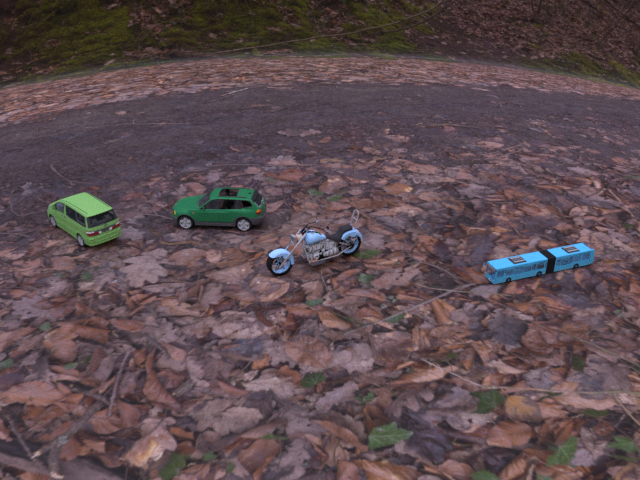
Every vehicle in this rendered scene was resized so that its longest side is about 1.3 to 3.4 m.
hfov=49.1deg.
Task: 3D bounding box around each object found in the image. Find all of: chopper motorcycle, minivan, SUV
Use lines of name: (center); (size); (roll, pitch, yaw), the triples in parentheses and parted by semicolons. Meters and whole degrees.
chopper motorcycle: (-0.067, 0.036, 10.397); (1.563, 0.761, 0.466); (-14, 32, -24)
minivan: (-3.870, -0.412, 11.364); (0.681, 0.616, 1.548); (-25, 38, -38)
SUV: (-1.678, -0.551, 11.655); (1.572, 0.580, 0.656); (2, 29, 4)

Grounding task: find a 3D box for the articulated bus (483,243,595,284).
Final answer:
articulated bus: (3.250, 0.338, 10.338); (1.749, 0.289, 0.311); (-10, 30, -17)
